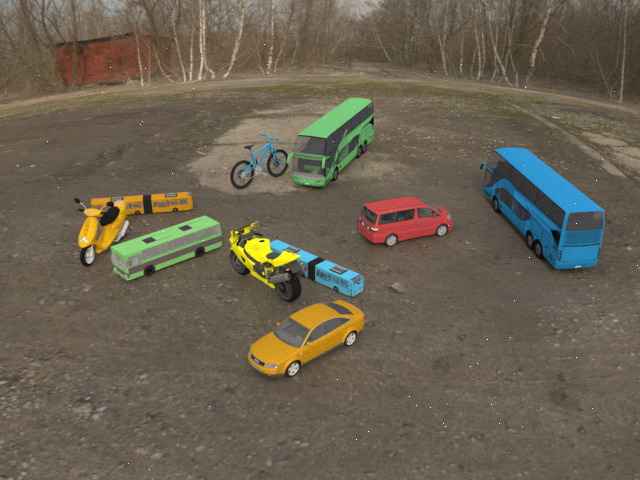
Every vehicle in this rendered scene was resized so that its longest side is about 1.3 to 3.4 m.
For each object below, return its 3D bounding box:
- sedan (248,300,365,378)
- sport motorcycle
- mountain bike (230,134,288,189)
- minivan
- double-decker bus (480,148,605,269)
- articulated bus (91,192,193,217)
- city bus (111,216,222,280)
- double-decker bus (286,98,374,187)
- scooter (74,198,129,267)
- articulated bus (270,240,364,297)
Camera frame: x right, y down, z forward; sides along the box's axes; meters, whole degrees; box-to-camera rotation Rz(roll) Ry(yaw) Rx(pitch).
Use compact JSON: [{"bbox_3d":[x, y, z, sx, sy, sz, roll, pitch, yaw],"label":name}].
[{"bbox_3d":[-0.151,1.132,8.478,1.613,0.483,0.635,-22,33,-37],"label":"sedan"},{"bbox_3d":[-0.785,0.299,9.808,0.506,0.821,1.520,-23,34,-38],"label":"sport motorcycle"},{"bbox_3d":[-1.150,-1.520,13.503,0.573,0.868,1.469,23,34,39],"label":"mountain bike"},{"bbox_3d":[1.420,-0.360,11.401,1.548,0.616,0.681,-11,28,-21],"label":"minivan"},{"bbox_3d":[3.532,-0.632,11.462,0.756,1.052,3.251,-4,26,-7],"label":"double-decker bus"},{"bbox_3d":[-3.131,-0.626,12.323,1.749,0.289,0.311,-5,26,-10],"label":"articulated bus"},{"bbox_3d":[-2.293,0.120,10.589,1.674,0.460,0.476,-22,34,-38],"label":"city bus"},{"bbox_3d":[0.321,-2.025,14.334,0.756,1.052,3.251,10,28,19],"label":"double-decker bus"},{"bbox_3d":[-3.357,-0.256,10.838,0.662,0.919,1.399,6,27,13],"label":"scooter"},{"bbox_3d":[-0.115,0.393,10.223,1.749,0.289,0.311,22,33,37],"label":"articulated bus"}]
